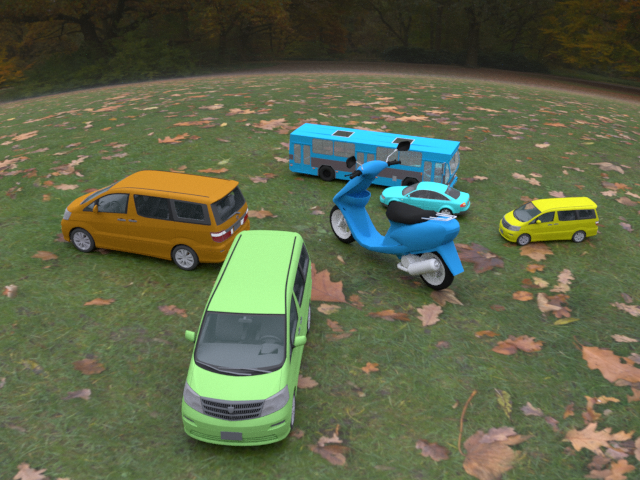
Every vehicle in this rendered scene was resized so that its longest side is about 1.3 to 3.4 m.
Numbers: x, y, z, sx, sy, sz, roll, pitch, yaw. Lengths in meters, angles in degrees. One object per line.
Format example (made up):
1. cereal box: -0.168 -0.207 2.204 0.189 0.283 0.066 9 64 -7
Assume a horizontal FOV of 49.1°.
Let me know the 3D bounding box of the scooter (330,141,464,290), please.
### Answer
1. scooter: 1.058 -0.425 10.387 1.288 1.786 2.721 -20 33 -35

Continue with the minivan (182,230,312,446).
1. minivan: -0.762 1.006 8.173 1.324 1.197 3.011 2 27 4

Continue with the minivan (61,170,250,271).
1. minivan: -2.651 -0.426 11.051 3.011 1.197 1.324 9 28 17

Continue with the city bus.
1. city bus: 1.032 -1.578 13.706 3.255 0.894 0.926 10 28 20

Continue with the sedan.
1. sedan: 1.874 -0.773 12.550 1.613 0.483 0.635 9 28 18

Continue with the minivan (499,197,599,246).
1. minivan: 3.754 -0.331 11.514 1.548 0.616 0.681 -3 27 -6
